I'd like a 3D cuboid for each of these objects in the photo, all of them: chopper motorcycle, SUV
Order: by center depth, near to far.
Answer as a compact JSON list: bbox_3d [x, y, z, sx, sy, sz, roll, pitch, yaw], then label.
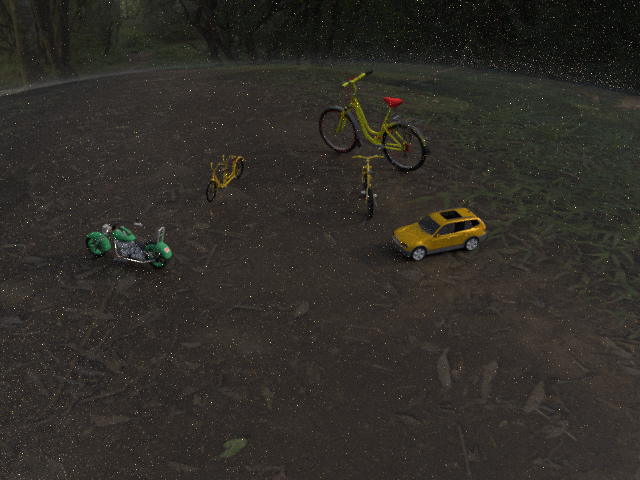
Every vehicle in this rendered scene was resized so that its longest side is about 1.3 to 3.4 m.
[{"bbox_3d":[-3.032,0.018,10.977,1.563,0.761,0.466,11,30,20],"label":"chopper motorcycle"},{"bbox_3d":[1.948,-0.137,11.453,1.572,0.580,0.656,-10,30,-17],"label":"SUV"}]

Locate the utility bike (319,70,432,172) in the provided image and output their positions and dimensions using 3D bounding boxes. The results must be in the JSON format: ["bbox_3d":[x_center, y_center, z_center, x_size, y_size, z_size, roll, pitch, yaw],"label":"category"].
[{"bbox_3d":[1.022,-2.402,14.312,2.791,1.839,1.039,20,34,32],"label":"utility bike"}]

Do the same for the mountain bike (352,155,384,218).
[{"bbox_3d":[0.886,-1.021,12.782,0.573,0.868,1.469,-1,28,-2],"label":"mountain bike"}]

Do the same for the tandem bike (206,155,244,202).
[{"bbox_3d":[-1.819,-1.304,13.500,0.283,0.682,1.642,9,30,17],"label":"tandem bike"}]
